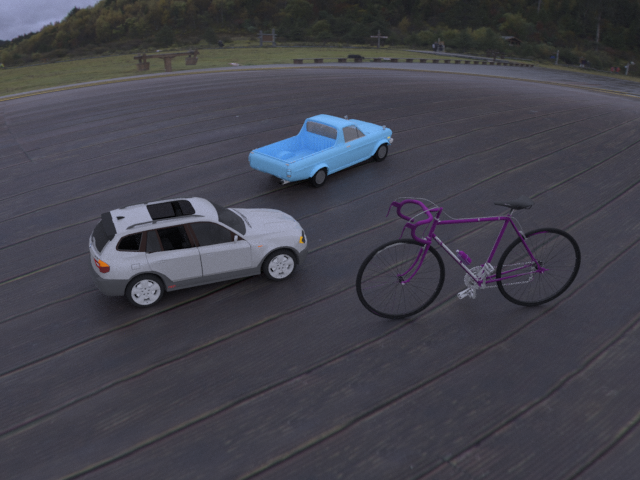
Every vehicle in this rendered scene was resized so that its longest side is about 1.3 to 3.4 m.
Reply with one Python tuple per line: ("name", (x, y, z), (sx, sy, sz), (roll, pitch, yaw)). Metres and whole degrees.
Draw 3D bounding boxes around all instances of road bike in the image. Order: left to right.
("road bike", (1.929, 0.211, 8.848), (3.004, 1.656, 0.697), (-4, 27, -9))

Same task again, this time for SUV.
("SUV", (-1.687, 0.004, 9.842), (3.058, 1.128, 1.276), (-10, 29, -19))

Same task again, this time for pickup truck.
("pickup truck", (0.090, -1.852, 13.656), (1.244, 0.993, 3.117), (22, 34, 37))
